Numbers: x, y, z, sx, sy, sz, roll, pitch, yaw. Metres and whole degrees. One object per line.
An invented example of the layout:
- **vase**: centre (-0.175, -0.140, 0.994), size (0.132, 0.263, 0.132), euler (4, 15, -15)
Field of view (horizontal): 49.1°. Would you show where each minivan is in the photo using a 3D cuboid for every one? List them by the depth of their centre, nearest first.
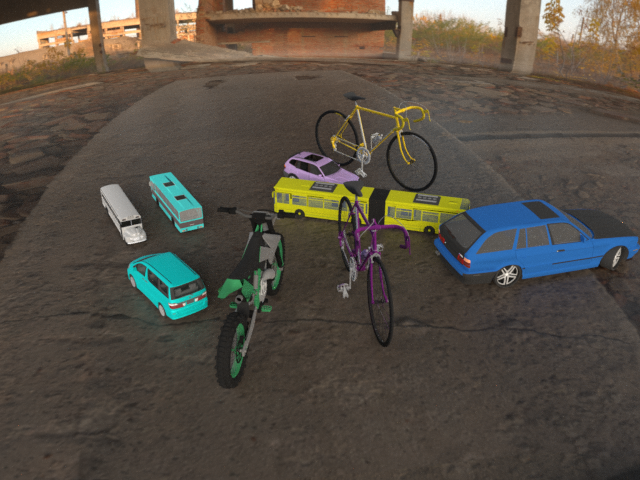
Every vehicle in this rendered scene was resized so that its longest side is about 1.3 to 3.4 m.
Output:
- **minivan**: centre (-2.209, 0.544, 9.963), size (0.681, 0.616, 1.548), euler (-20, 35, -32)

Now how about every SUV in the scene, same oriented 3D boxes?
- **SUV**: centre (0.031, -1.261, 13.288), size (1.572, 0.580, 0.656), euler (20, 35, 32)

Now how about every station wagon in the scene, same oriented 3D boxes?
- **station wagon**: centre (3.382, -0.072, 10.769), size (3.105, 0.920, 1.327), euler (-8, 30, -14)

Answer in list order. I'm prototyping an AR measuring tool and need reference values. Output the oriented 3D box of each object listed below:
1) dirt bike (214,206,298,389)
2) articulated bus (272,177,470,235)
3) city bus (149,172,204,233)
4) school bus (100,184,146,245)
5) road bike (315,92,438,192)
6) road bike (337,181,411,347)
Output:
- **dirt bike**: centre (-0.856, 0.495, 8.962), size (1.024, 1.666, 2.903), euler (5, 29, 9)
- **articulated bus**: centre (0.838, -0.587, 12.080), size (3.401, 0.561, 0.605), euler (8, 30, 14)
- **city bus**: centre (-2.538, -0.661, 12.320), size (0.476, 0.460, 1.674), euler (-15, 32, -25)
- **school bus**: centre (-3.360, -0.441, 11.946), size (0.365, 0.434, 1.708), euler (-15, 32, -25)
- **road bike**: centre (1.017, -1.968, 13.458), size (3.004, 1.656, 0.697), euler (24, 37, 36)
- **road bike**: centre (0.588, 0.136, 9.626), size (0.696, 1.656, 3.004), euler (-5, 29, -10)
